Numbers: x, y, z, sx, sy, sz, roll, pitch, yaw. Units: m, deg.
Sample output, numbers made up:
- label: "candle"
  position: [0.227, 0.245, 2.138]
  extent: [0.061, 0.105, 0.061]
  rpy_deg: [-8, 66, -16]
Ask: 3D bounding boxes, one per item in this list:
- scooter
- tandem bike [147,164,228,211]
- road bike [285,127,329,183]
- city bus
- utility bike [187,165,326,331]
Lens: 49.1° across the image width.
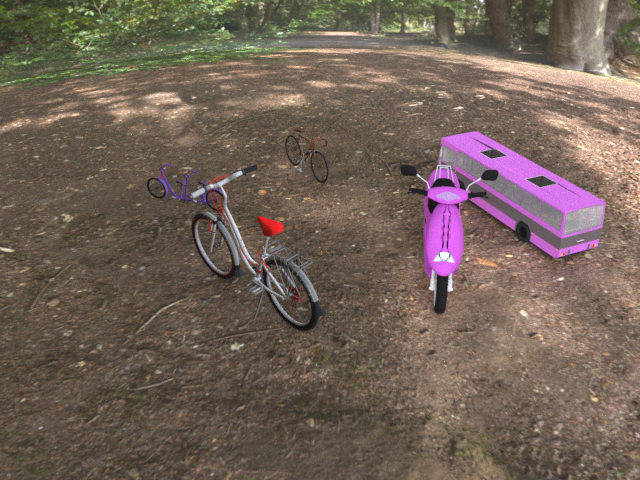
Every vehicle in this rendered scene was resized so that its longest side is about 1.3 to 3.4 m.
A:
- label: "scooter"
  position: [1.752, -0.337, 9.942]
  extent: [1.288, 1.786, 2.721]
  rpy_deg: [4, 30, 7]
- label: "tandem bike"
  position: [-2.312, -0.910, 12.057]
  extent: [1.642, 0.682, 0.283]
  rpy_deg: [12, 32, 20]
- label: "road bike"
  position: [-0.265, -1.654, 13.186]
  extent: [0.358, 0.852, 1.545]
  rpy_deg: [-17, 34, -28]
- label: "city bus"
  position: [3.205, -0.813, 11.672]
  extent: [0.926, 0.894, 3.255]
  rpy_deg: [-13, 32, -21]
- label: "utility bike"
  position: [-0.982, 0.105, 9.116]
  extent: [1.039, 1.839, 2.791]
  rpy_deg: [-25, 38, -36]
